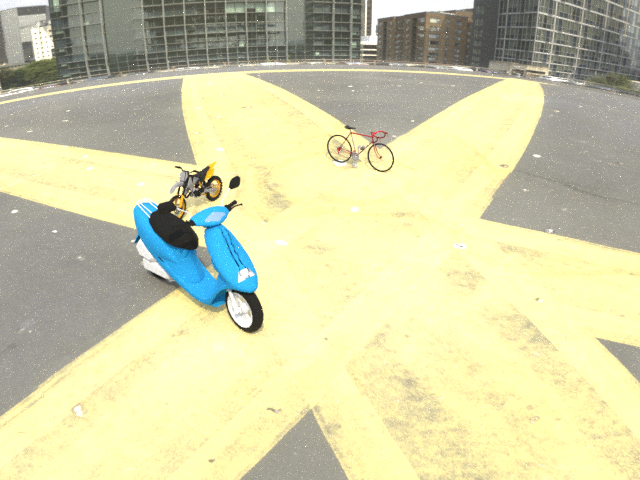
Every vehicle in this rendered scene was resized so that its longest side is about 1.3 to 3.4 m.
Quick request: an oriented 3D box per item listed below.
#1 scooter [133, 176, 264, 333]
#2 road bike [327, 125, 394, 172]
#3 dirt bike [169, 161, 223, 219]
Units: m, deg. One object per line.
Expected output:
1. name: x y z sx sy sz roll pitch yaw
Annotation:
1. scooter: -1.715 0.051 9.373 2.721 1.786 1.288 24 36 38
2. road bike: 0.799 -1.861 14.028 1.545 0.852 0.358 16 32 28
3. dirt bike: -2.175 -0.904 12.196 0.527 0.857 1.493 15 31 26
